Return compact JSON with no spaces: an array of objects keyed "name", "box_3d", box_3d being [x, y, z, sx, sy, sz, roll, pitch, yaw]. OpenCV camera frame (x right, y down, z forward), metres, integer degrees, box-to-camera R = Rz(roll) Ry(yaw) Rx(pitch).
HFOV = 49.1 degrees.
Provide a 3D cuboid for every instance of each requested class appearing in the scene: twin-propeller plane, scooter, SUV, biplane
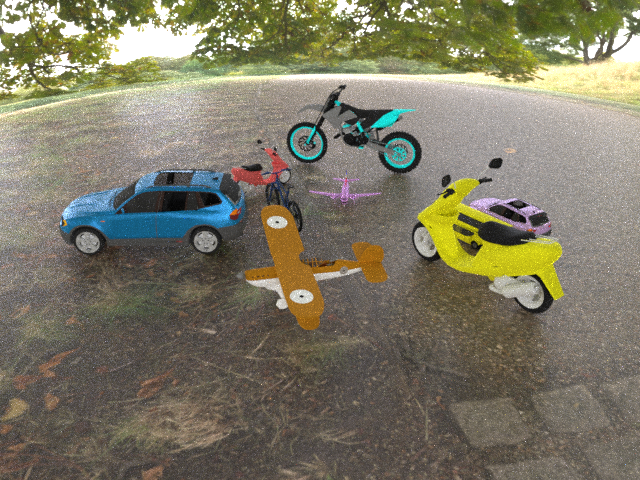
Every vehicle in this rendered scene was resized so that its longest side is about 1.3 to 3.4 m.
[{"name":"twin-propeller plane","box_3d":[0.481,-0.969,13.267,1.370,0.407,1.095,2,27,4]},{"name":"scooter","box_3d":[-1.145,-1.395,13.544,1.399,0.919,0.662,-19,32,-33]},{"name":"SUV","box_3d":[-2.724,-0.520,11.576,3.058,1.128,1.276,0,27,-1]},{"name":"scooter","box_3d":[2.353,-0.129,10.070,1.288,1.786,2.721,-20,33,-34]},{"name":"biplane","box_3d":[-0.110,0.438,9.841,2.120,0.981,2.598,-6,27,-12]},{"name":"SUV","box_3d":[3.228,-0.422,11.991,0.656,0.580,1.572,-16,31,-28]}]

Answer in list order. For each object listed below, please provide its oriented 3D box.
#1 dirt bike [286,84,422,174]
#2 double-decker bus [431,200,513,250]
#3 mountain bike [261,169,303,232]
[{"name":"dirt bike","box_3d":[0.675,-2.252,14.414,2.903,1.666,1.024,8,28,15]},{"name":"double-decker bus","box_3d":[2.467,-0.250,11.693,0.389,0.541,1.672,-19,32,-33]},{"name":"mountain bike","box_3d":[-0.645,-0.714,12.251,0.573,0.868,1.469,-13,30,-24]}]
